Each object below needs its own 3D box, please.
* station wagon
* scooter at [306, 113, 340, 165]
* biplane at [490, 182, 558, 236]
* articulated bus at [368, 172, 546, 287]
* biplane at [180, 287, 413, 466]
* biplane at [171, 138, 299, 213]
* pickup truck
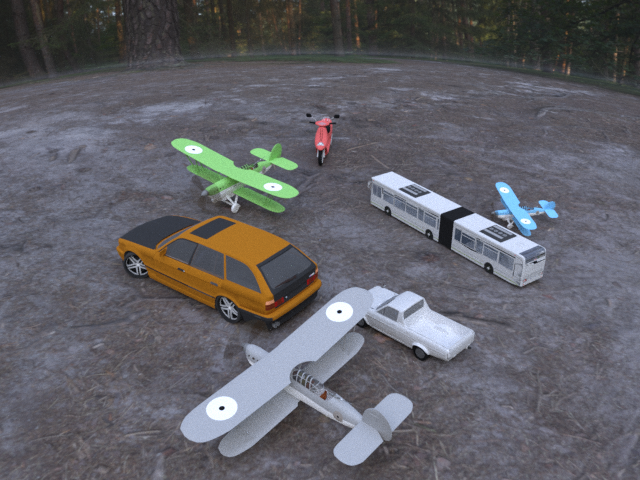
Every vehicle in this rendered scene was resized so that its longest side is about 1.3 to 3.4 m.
[{"bbox_3d":[-1.500,0.209,9.719,3.105,0.920,1.327,20,34,32],"label":"station wagon"},{"bbox_3d":[0.072,-2.133,14.005,0.662,0.919,1.399,3,29,5],"label":"scooter"},{"bbox_3d":[3.303,-0.450,11.359,1.090,0.504,1.336,-5,29,-8],"label":"biplane"},{"bbox_3d":[2.007,-0.261,10.953,0.605,0.561,3.401,-19,34,-30],"label":"articulated bus"},{"bbox_3d":[-0.127,1.557,7.190,2.120,0.981,2.598,24,37,37],"label":"biplane"},{"bbox_3d":[-1.278,-1.101,12.052,2.598,0.981,2.120,18,34,30],"label":"biplane"},{"bbox_3d":[1.119,0.986,8.725,1.603,0.511,0.640,25,37,38],"label":"pickup truck"}]
